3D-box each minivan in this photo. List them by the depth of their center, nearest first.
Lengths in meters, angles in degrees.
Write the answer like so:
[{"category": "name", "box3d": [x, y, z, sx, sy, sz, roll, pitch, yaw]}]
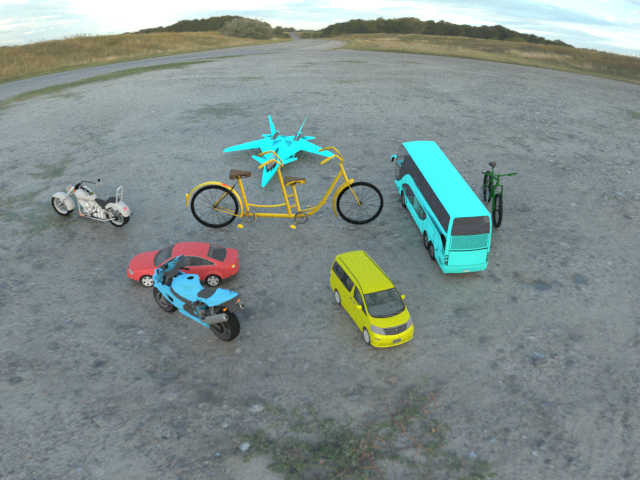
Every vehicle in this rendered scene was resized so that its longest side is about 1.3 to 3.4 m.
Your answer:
[{"category": "minivan", "box3d": [0.660, 0.748, 9.150, 0.681, 0.616, 1.548, -11, 31, -19]}]

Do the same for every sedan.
[{"category": "sedan", "box3d": [-1.961, 0.317, 10.055, 1.613, 0.483, 0.635, -1, 29, -1]}]

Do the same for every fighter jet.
[{"category": "fighter jet", "box3d": [-0.845, -1.738, 13.645, 2.229, 0.557, 2.640, 4, 30, 7]}]

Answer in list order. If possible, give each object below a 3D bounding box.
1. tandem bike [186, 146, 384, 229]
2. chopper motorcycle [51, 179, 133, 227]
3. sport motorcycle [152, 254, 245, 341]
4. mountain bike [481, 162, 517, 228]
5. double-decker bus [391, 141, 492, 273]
[{"category": "tandem bike", "box3d": [-0.561, -0.802, 11.188, 3.192, 1.326, 0.550, -1, 29, -2]}, {"category": "chopper motorcycle", "box3d": [-3.793, -0.651, 11.496, 1.563, 0.761, 0.466, 12, 32, 21]}, {"category": "sport motorcycle", "box3d": [-1.604, 0.750, 8.936, 1.520, 0.821, 0.506, 19, 35, 31]}, {"category": "mountain bike", "box3d": [2.901, -0.837, 11.719, 0.573, 0.868, 1.469, 1, 29, 2]}, {"category": "double-decker bus", "box3d": [1.866, -0.652, 11.201, 0.756, 1.052, 3.251, -4, 30, -7]}]
